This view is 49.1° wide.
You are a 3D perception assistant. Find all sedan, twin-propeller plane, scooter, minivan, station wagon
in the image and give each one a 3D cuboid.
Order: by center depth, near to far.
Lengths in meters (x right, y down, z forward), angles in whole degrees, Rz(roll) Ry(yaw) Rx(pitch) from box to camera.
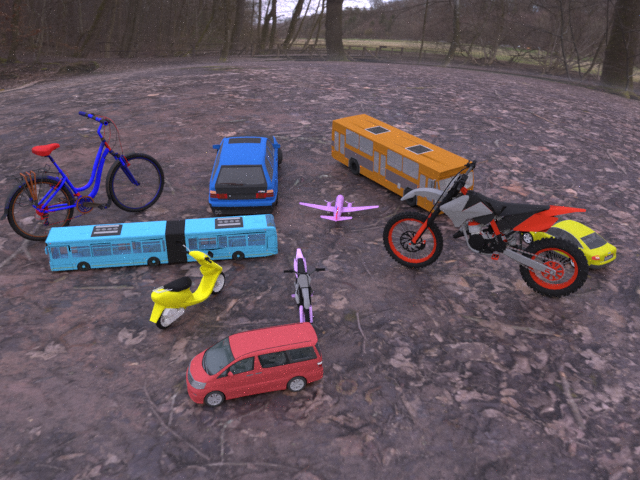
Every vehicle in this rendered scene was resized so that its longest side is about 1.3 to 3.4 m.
[{"bbox_3d":[-0.755,1.391,7.990,1.548,0.616,0.681,-7,29,-14],"label":"minivan"},{"bbox_3d":[-1.736,0.547,9.257,0.662,0.919,1.399,17,32,29],"label":"scooter"},{"bbox_3d":[3.796,-0.044,10.836,0.635,0.483,1.613,-18,33,-30],"label":"sedan"},{"bbox_3d":[0.316,-0.586,11.938,1.370,0.407,1.095,3,28,5],"label":"twin-propeller plane"},{"bbox_3d":[-1.370,-1.446,13.012,1.327,0.920,3.105,-1,28,-2],"label":"station wagon"}]

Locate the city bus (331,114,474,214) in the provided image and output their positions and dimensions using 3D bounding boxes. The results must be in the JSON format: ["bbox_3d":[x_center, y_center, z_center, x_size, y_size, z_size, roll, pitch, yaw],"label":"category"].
[{"bbox_3d":[1.431,-1.444,13.036,0.926,0.894,3.255,-17,32,-28],"label":"city bus"}]

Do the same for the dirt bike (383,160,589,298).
[{"bbox_3d":[2.271,-0.133,9.741,2.903,1.666,1.024,11,30,20],"label":"dirt bike"}]

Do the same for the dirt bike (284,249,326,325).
[{"bbox_3d":[-0.213,0.663,9.103,0.527,0.857,1.493,-3,28,-5],"label":"dirt bike"}]

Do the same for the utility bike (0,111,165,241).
[{"bbox_3d":[-3.883,-1.102,11.384,2.791,1.839,1.039,-21,34,-34],"label":"utility bike"}]

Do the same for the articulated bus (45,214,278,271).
[{"bbox_3d":[-2.362,0.032,10.609,3.401,0.561,0.605,-4,28,-7],"label":"articulated bus"}]
